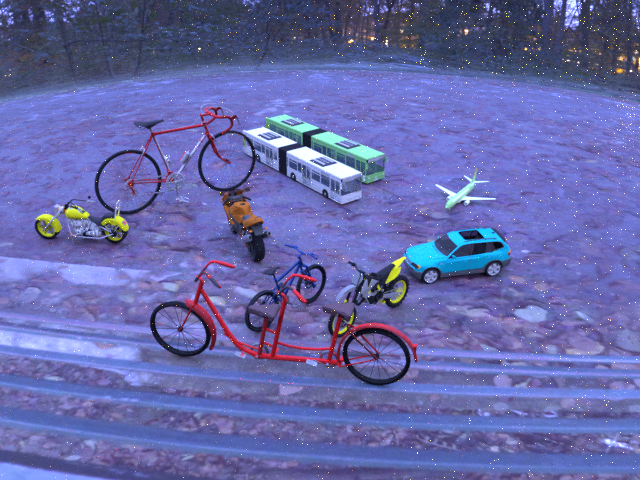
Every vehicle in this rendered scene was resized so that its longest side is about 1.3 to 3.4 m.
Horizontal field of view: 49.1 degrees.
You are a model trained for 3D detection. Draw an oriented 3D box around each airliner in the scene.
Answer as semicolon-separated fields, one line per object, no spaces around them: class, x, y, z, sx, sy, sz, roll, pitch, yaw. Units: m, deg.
airliner;2.543;-0.905;12.521;1.161;0.429;1.307;17;32;30

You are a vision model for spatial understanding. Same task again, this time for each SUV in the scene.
SUV;2.007;0.187;10.232;1.572;0.580;0.656;-6;28;-11

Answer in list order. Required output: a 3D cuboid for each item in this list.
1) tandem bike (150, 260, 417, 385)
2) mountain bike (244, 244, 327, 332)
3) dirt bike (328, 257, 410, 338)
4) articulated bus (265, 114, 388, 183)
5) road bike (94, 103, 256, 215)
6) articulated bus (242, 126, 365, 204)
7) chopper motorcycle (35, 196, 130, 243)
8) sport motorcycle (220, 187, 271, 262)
tandem bike;-0.479;0.948;7.937;3.192;1.326;0.550;6;28;12
mountain bike;-0.422;0.610;9.095;0.573;0.868;1.469;23;35;37
dirt bike;0.658;0.675;8.980;1.493;0.857;0.527;-23;35;-37
articulated bus;0.030;-1.926;14.361;0.605;0.561;3.401;-20;33;-34
road bike;-2.460;-1.422;12.185;3.004;1.656;0.696;-16;31;-29
articulated bus;-0.424;-1.505;13.544;0.605;0.561;3.401;-19;33;-32
chopper motorcycle;-3.780;-0.328;11.037;1.563;0.761;0.466;5;28;9
sport motorcycle;-1.174;-0.269;10.857;0.506;0.821;1.520;-12;30;-22
